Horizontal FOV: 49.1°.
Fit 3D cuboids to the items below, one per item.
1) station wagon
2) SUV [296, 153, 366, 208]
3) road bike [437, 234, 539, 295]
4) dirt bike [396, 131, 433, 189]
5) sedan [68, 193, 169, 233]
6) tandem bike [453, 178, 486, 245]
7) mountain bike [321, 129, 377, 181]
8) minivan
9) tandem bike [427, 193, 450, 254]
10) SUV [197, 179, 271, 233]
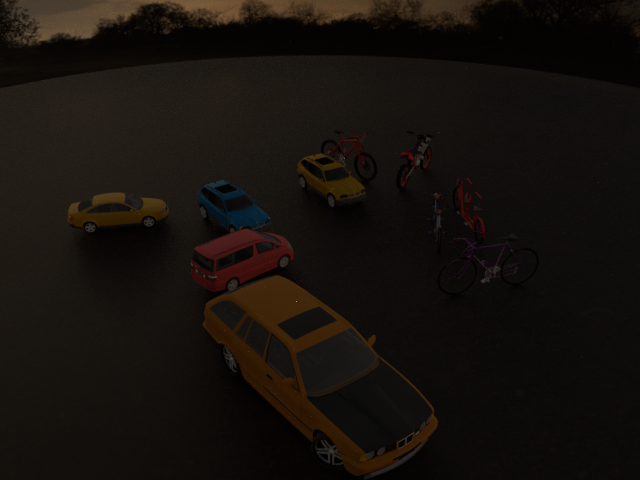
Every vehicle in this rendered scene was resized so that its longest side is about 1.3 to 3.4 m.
[{"bbox_3d":[-0.097,1.311,7.743,1.327,0.920,3.105,-20,35,-32],"label":"station wagon"},{"bbox_3d":[0.180,-1.097,12.516,0.656,0.580,1.572,-17,33,-28],"label":"SUV"},{"bbox_3d":[2.336,0.321,9.632,1.545,0.852,0.358,-8,30,-14],"label":"road bike"},{"bbox_3d":[1.771,-1.537,13.034,0.527,0.857,1.493,16,32,27],"label":"dirt bike"},{"bbox_3d":[-3.318,-0.502,11.526,1.613,0.483,0.635,-6,29,-11],"label":"sedan"},{"bbox_3d":[2.413,-0.529,11.368,0.283,0.682,1.642,-3,29,-6],"label":"tandem bike"},{"bbox_3d":[0.532,-1.658,13.244,0.573,0.868,1.469,-24,37,-37],"label":"mountain bike"},{"bbox_3d":[-1.089,0.210,10.081,1.548,0.616,0.681,-24,37,-37],"label":"minivan"},{"bbox_3d":[1.874,-0.398,11.127,0.283,0.682,1.642,3,29,5],"label":"tandem bike"},{"bbox_3d":[-1.431,-0.527,11.471,0.656,0.580,1.572,-20,34,-32],"label":"SUV"}]
